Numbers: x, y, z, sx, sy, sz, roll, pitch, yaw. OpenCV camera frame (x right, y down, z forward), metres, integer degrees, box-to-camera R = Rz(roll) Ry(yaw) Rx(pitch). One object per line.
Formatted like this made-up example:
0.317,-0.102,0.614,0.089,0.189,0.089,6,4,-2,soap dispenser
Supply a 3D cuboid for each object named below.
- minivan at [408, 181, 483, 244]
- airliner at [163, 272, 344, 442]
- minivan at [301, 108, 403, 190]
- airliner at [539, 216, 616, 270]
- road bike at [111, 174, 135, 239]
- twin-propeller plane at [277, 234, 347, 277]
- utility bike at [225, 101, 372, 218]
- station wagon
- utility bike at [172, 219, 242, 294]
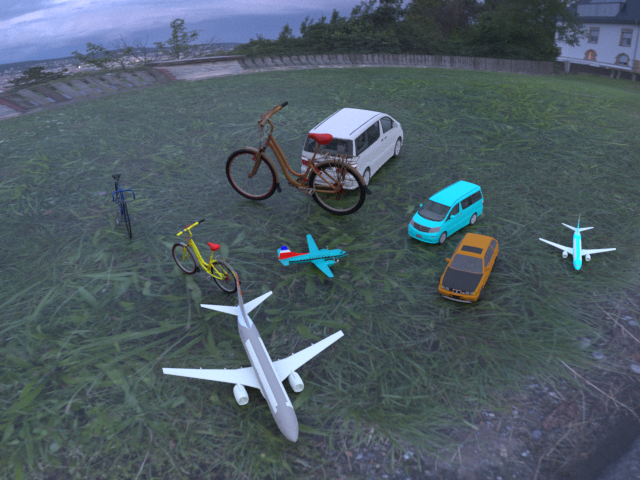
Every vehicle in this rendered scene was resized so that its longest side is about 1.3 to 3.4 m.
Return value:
2.128,-0.474,11.781,0.681,0.616,1.548,24,36,37,minivan
-0.682,1.321,8.223,2.257,0.835,2.541,-10,30,-17,airliner
0.726,-1.972,13.946,1.324,1.197,3.011,12,31,22,minivan
4.066,0.043,11.018,1.161,0.429,1.307,8,29,15,airliner
-3.346,-0.633,11.828,0.358,0.852,1.545,-11,30,-20,road bike
-0.101,0.212,10.729,1.095,0.407,1.370,-7,29,-13,twin-propeller plane
-0.459,-1.319,12.061,2.791,1.839,1.039,10,30,19,utility bike
2.223,0.358,10.389,0.682,0.473,1.597,12,31,21,station wagon
-1.704,0.256,10.081,1.435,0.946,0.535,21,35,33,utility bike
